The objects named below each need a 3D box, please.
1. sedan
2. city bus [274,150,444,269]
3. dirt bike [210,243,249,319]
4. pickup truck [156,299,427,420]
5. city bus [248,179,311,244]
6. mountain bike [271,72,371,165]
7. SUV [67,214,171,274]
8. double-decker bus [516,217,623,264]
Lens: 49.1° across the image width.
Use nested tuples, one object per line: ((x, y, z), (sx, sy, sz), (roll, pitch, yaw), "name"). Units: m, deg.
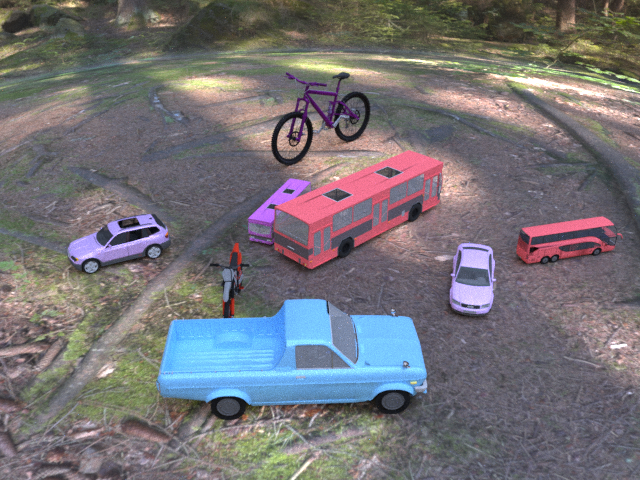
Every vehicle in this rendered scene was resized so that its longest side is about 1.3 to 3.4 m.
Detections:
((2.222, 0.509, 10.160), (0.635, 0.483, 1.613), (7, 30, 11), "sedan")
((0.721, -0.538, 11.574), (3.255, 0.894, 0.926), (-26, 39, -37), "city bus")
((-1.196, 0.603, 9.620), (0.527, 0.857, 1.493), (1, 30, 1), "dirt bike")
((-0.310, 1.315, 8.241), (3.117, 0.993, 1.244), (-1, 30, -2), "pickup truck")
((-0.660, -0.492, 11.931), (0.476, 0.460, 1.674), (11, 32, 19), "city bus")
((0.071, -2.602, 14.379), (1.114, 1.688, 2.857), (26, 39, 38), "mountain bike")
((-3.135, 0.015, 10.925), (1.572, 0.580, 0.656), (-14, 33, -23), "SUV")
((3.913, -0.003, 10.996), (1.672, 0.541, 0.389), (-8, 31, -14), "double-decker bus")
